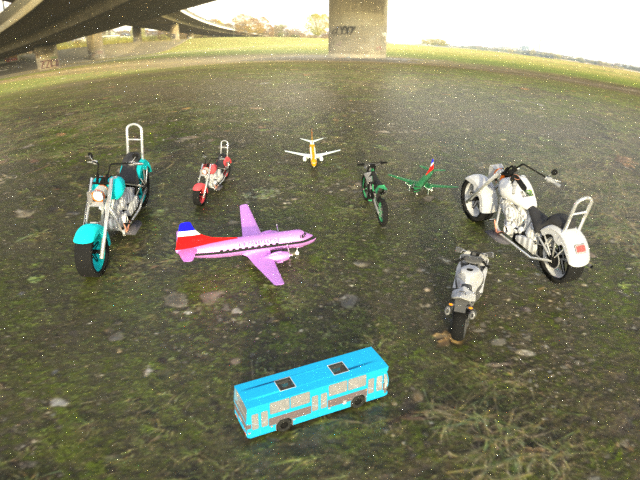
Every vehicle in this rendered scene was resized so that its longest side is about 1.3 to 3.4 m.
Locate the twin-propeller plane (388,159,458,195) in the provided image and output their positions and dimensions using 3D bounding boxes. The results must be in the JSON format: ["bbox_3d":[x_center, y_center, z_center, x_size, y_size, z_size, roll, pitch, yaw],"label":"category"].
[{"bbox_3d":[1.946,-1.168,13.052,1.370,0.407,1.095,13,31,23],"label":"twin-propeller plane"}]

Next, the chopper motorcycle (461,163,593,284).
[{"bbox_3d":[3.047,-0.513,10.669,0.906,1.480,3.040,-9,29,-17],"label":"chopper motorcycle"}]

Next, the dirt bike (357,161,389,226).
[{"bbox_3d":[0.927,-0.873,12.014,0.527,0.857,1.493,-6,28,-10],"label":"dirt bike"}]

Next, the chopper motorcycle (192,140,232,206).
[{"bbox_3d":[-1.979,-1.234,12.799,0.466,0.761,1.563,7,29,13],"label":"chopper motorcycle"}]

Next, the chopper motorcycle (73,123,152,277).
[{"bbox_3d":[-3.244,-0.693,11.008,0.906,1.480,3.040,2,28,3],"label":"chopper motorcycle"}]

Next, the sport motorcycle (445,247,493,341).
[{"bbox_3d":[1.925,0.664,9.149,0.506,0.821,1.520,9,29,17],"label":"sport motorcycle"}]

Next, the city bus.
[{"bbox_3d":[-0.078,1.664,7.645,1.674,0.460,0.476,-12,30,-22],"label":"city bus"}]

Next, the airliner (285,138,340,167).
[{"bbox_3d":[-0.146,-1.877,14.368,1.161,0.429,1.307,-1,28,-2],"label":"airliner"}]

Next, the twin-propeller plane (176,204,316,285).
[{"bbox_3d":[-1.086,-0.019,10.472,2.129,0.792,2.663,-8,29,-14],"label":"twin-propeller plane"}]
